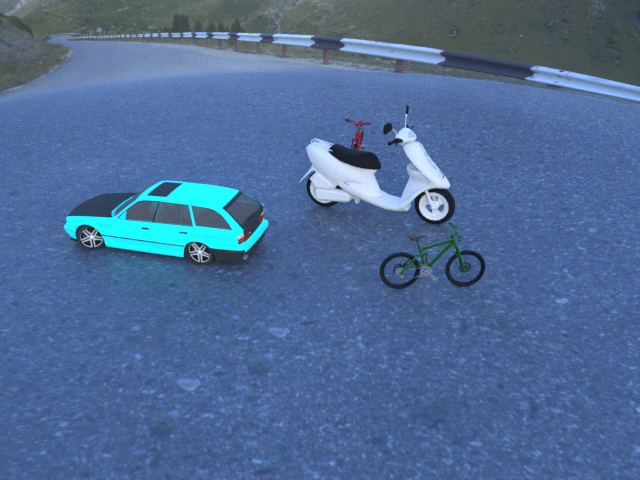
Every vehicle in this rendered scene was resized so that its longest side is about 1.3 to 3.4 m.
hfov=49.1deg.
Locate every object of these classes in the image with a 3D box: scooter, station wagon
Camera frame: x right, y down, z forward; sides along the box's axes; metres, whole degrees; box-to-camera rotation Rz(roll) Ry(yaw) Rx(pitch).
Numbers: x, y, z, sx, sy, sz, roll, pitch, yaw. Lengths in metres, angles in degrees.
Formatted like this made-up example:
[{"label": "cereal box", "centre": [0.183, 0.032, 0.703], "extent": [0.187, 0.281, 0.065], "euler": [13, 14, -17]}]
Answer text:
[{"label": "scooter", "centre": [0.934, -1.245, 11.590], "extent": [2.721, 1.786, 1.288], "euler": [10, 28, 20]}, {"label": "station wagon", "centre": [-2.409, -0.378, 10.810], "extent": [3.105, 0.920, 1.327], "euler": [7, 27, 14]}]

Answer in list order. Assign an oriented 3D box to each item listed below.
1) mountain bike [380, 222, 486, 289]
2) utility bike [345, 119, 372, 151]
[{"label": "mountain bike", "centre": [1.549, 0.269, 9.554], "extent": [1.469, 0.868, 0.573], "euler": [-2, 26, -3]}, {"label": "utility bike", "centre": [0.787, -2.015, 14.103], "extent": [0.535, 0.946, 1.435], "euler": [5, 27, 11]}]
